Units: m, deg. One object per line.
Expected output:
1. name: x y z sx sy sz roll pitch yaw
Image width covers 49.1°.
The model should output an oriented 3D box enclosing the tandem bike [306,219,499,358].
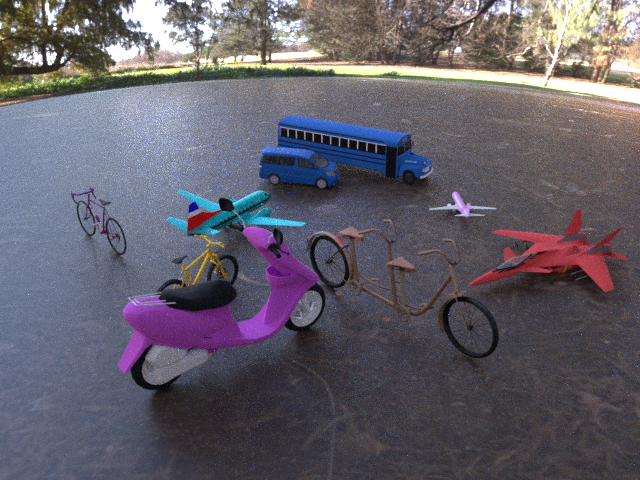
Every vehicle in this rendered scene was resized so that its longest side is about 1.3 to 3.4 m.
1. tandem bike: 0.922 0.406 8.876 0.550 1.326 3.192 -22 34 -39

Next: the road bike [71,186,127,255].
1. road bike: -3.444 -0.316 10.934 0.358 0.852 1.545 -23 34 -39

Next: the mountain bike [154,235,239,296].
1. mountain bike: -1.623 0.480 9.251 0.573 0.868 1.469 20 32 35

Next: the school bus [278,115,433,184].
1. school bus: 0.687 -1.870 14.191 3.322 0.844 0.709 14 29 27

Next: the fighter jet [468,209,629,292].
1. fighter jet: 3.197 0.191 10.216 2.640 0.557 2.229 -14 29 -27

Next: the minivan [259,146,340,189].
1. minivan: -0.389 -1.415 13.505 1.548 0.616 0.681 6 26 12

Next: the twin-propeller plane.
1. twin-propeller plane: -1.454 -0.534 11.458 2.663 0.792 2.129 15 30 29

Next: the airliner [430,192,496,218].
1. airliner: 2.469 -0.687 12.199 1.161 0.429 1.307 -1 26 -1

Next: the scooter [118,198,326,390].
1. scooter: -1.024 0.593 7.950 2.721 1.786 1.288 -18 31 -33
